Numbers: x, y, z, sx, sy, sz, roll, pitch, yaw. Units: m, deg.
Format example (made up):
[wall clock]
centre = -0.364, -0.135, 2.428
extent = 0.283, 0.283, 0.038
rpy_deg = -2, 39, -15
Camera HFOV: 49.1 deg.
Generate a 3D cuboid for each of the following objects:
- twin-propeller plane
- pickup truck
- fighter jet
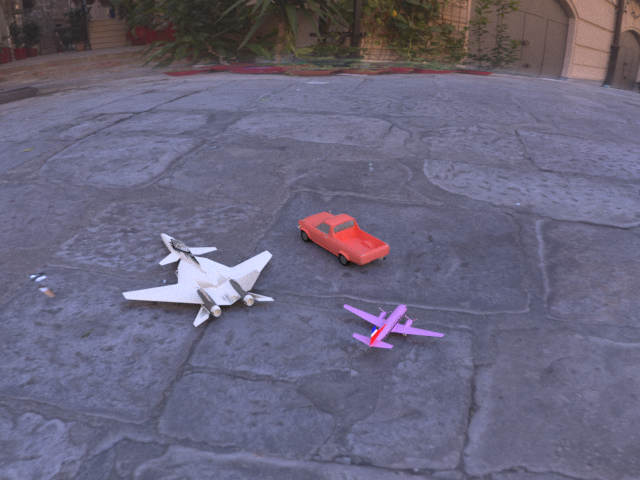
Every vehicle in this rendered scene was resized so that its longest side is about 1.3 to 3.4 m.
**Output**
[twin-propeller plane]
centre = 0.863, 1.024, 8.757
extent = 1.370, 0.407, 1.095
rpy_deg = 15, 31, 26
[pickup truck]
centre = 0.336, -0.073, 10.724
extent = 0.640, 0.511, 1.603
rpy_deg = -20, 34, -33
[fighter jet]
centre = -1.800, 0.273, 10.020
extent = 2.229, 0.557, 2.640
rpy_deg = -17, 32, -28
